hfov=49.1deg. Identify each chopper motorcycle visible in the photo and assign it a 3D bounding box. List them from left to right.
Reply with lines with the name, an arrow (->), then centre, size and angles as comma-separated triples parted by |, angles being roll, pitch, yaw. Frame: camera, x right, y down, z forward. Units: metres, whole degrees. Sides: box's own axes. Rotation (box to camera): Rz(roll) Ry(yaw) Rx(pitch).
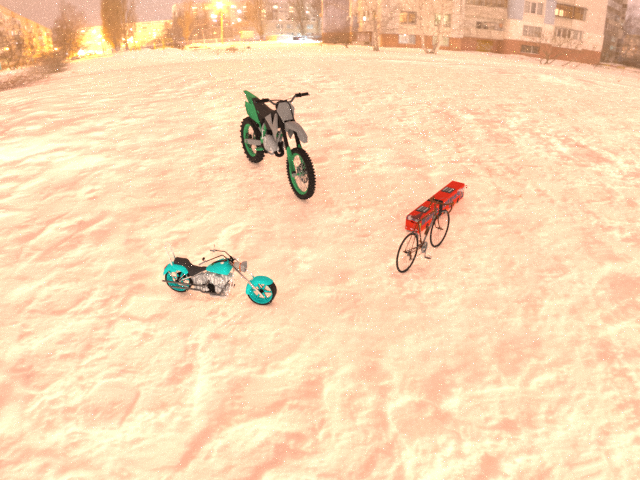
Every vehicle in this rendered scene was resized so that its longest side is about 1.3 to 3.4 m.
chopper motorcycle -> -1.342, 0.440, 9.246 | 1.563, 0.761, 0.466 | 6, 29, 11

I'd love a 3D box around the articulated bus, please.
articulated bus -> 1.943, -0.570, 11.651 | 0.311, 0.289, 1.749 | 18, 33, 30

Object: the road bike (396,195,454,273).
road bike -> 1.525, -0.107, 10.179 | 0.358, 0.852, 1.545 | 20, 34, 32

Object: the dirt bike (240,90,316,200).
dirt bike -> -0.807, -1.874, 12.639 | 1.024, 1.666, 2.903 | -15, 31, -26
